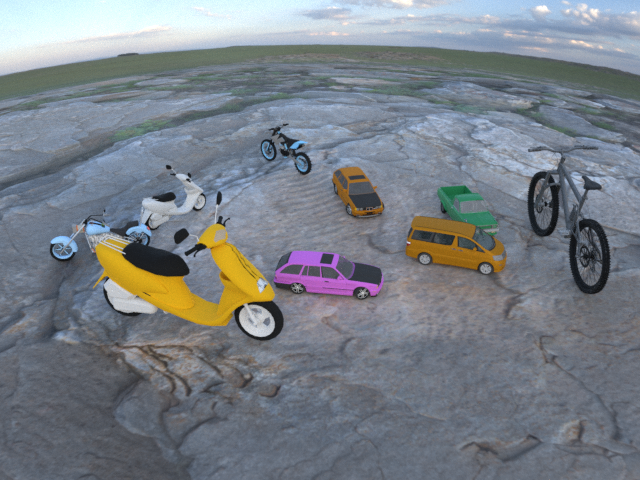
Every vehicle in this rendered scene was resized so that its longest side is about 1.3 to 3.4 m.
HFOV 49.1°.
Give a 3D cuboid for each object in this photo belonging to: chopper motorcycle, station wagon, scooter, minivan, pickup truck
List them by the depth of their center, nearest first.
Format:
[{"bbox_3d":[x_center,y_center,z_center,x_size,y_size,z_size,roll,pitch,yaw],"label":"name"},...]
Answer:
[{"bbox_3d":[-1.774,0.382,9.079,2.721,1.786,1.288,8,29,15],"label":"scooter"},{"bbox_3d":[0.139,0.477,10.289,1.597,0.473,0.682,4,29,8],"label":"station wagon"},{"bbox_3d":[2.133,0.061,10.913,1.548,0.616,0.681,9,30,16],"label":"minivan"},{"bbox_3d":[-3.471,-0.095,11.050,1.563,0.761,0.466,-7,29,-13],"label":"chopper motorcycle"},{"bbox_3d":[-2.530,-0.754,12.108,0.662,0.919,1.399,22,35,35],"label":"scooter"},{"bbox_3d":[2.553,-0.563,12.184,0.640,0.511,1.603,-5,29,-9],"label":"pickup truck"},{"bbox_3d":[0.685,-0.927,12.900,0.682,0.473,1.597,-7,29,-12],"label":"station wagon"}]

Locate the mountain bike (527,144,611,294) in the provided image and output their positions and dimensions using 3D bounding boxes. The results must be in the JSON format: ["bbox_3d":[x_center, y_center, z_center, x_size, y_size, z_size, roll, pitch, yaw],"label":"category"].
[{"bbox_3d":[3.793,-0.445,10.722,1.114,1.688,2.857,-3,28,-5],"label":"mountain bike"}]

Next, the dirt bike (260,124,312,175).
[{"bbox_3d":[-0.718,-1.877,14.262,1.493,0.857,0.527,25,37,38],"label":"dirt bike"}]
